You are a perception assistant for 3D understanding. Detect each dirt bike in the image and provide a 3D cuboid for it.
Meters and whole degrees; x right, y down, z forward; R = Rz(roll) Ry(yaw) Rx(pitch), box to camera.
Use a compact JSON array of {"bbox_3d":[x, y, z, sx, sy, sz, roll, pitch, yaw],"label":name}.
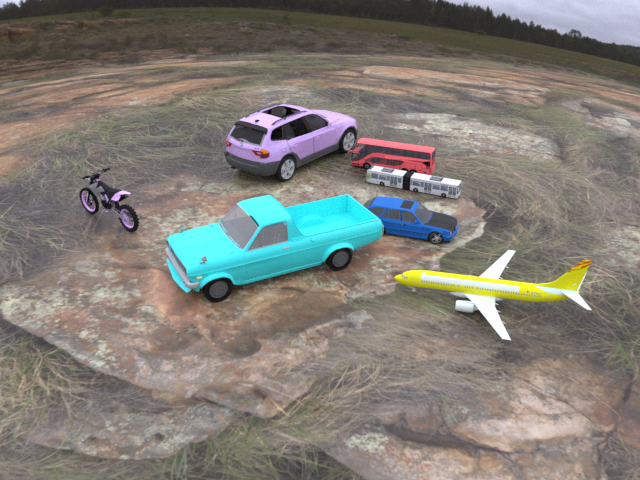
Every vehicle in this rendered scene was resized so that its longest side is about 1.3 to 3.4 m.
[{"bbox_3d":[-3.492,-0.672,11.434,1.493,0.857,0.527,20,35,33],"label":"dirt bike"}]

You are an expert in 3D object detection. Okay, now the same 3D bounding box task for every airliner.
[{"bbox_3d":[2.262,0.478,9.348,2.541,0.835,2.257,7,29,13],"label":"airliner"}]

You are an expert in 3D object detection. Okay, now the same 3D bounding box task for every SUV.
[{"bbox_3d":[-0.500,-2.103,13.777,1.276,1.128,3.058,21,35,34],"label":"SUV"}]

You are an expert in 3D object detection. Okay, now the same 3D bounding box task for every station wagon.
[{"bbox_3d":[1.425,-0.357,11.257,1.597,0.473,0.682,10,30,17],"label":"station wagon"}]

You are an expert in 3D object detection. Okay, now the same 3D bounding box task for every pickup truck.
[{"bbox_3d":[-0.646,-0.069,10.186,3.117,0.993,1.244,-14,31,-23],"label":"pickup truck"}]

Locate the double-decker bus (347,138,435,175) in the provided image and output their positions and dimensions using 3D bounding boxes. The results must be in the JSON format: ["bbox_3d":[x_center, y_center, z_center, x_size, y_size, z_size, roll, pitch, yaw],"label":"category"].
[{"bbox_3d":[1.374,-1.598,13.463,1.672,0.541,0.389,11,30,19],"label":"double-decker bus"}]

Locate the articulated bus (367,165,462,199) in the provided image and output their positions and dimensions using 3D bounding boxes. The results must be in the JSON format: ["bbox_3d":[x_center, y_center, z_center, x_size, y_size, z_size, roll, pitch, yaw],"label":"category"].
[{"bbox_3d":[1.705,-1.060,12.741,1.749,0.289,0.311,13,31,22],"label":"articulated bus"}]
